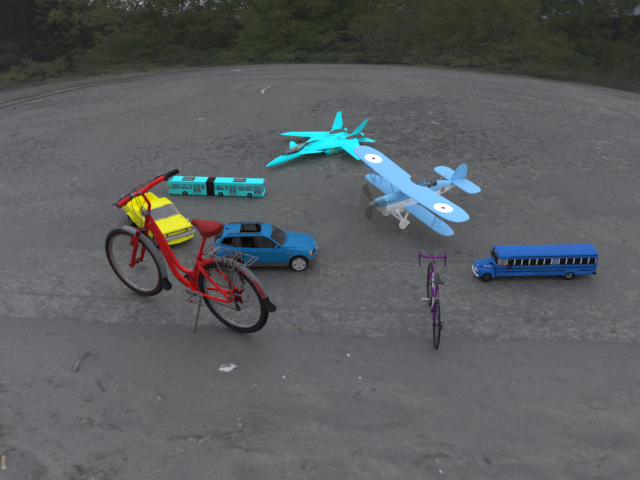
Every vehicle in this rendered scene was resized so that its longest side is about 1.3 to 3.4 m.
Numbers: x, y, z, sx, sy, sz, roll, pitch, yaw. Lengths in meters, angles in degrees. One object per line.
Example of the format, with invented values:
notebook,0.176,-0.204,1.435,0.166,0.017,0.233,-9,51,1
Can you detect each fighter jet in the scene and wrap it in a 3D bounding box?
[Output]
fighter jet,-0.136,-2.016,14.339,2.229,0.557,2.640,24,36,38

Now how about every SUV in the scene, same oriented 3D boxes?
SUV,-0.818,0.069,10.276,1.572,0.580,0.656,-1,27,-1

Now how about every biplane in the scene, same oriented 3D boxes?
biplane,1.658,-0.773,11.471,2.120,0.981,2.598,-18,32,-30

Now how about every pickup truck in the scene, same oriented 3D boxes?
pickup truck,-2.632,-0.398,11.257,0.640,0.511,1.603,-19,33,-32

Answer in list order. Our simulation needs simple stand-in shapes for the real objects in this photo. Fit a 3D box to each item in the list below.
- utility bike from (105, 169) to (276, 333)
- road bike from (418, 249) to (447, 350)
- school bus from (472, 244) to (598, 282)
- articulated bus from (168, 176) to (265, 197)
utility bike,-1.773,0.200,8.650,2.791,1.839,1.039,16,31,28
road bike,1.430,0.687,8.782,0.358,0.852,1.545,1,27,3
school bus,3.046,0.312,9.965,1.708,0.434,0.365,-1,27,-2
articulated bus,-1.851,-0.963,12.593,1.749,0.289,0.311,2,27,4
